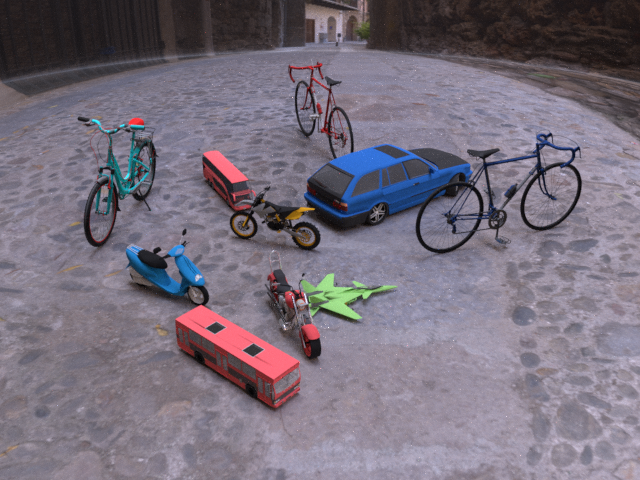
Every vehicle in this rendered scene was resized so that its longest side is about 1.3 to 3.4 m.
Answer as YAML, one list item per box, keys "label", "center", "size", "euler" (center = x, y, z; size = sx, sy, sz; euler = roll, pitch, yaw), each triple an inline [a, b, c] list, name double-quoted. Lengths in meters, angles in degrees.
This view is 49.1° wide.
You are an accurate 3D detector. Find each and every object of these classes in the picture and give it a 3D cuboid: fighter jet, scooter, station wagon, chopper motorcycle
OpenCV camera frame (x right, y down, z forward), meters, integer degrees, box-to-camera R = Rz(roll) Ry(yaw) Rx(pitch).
- label: "fighter jet"
  center: [0.426, 0.666, 9.429]
  size: [1.358, 0.286, 1.147]
  euler: [-9, 30, -15]
- label: "scooter"
  center: [-2.080, 0.342, 9.362]
  size: [1.399, 0.919, 0.662]
  euler: [15, 32, 25]
- label: "station wagon"
  center: [1.255, -1.115, 11.992]
  size: [3.105, 0.920, 1.327]
  euler: [-20, 35, -32]
- label: "chopper motorcycle"
  center: [-0.339, 0.784, 8.726]
  size: [0.466, 0.761, 1.563]
  euler: [-11, 31, -20]

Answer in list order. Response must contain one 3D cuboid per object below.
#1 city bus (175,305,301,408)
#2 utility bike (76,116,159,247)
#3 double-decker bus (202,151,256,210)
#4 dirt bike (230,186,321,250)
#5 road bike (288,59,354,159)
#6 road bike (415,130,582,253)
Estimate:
- label: "city bus"
  center: [-0.971, 1.325, 8.060]
  size: [1.674, 0.460, 0.476]
  euler: [23, 36, 35]
- label: "utility bike"
  center: [-3.054, -1.162, 11.129]
  size: [1.039, 1.839, 2.791]
  euler: [5, 29, 8]
- label: "double-decker bus"
  center: [-1.626, -1.039, 12.248]
  size: [0.389, 0.541, 1.672]
  euler: [-14, 32, -24]
- label: "dirt bike"
  center: [-0.700, -0.311, 10.606]
  size: [1.493, 0.857, 0.527]
  euler: [9, 30, 16]
- label: "road bike"
  center: [0.035, -2.568, 13.859]
  size: [0.696, 1.656, 3.004]
  euler: [-11, 31, -19]
- label: "road bike"
  center: [2.768, -0.714, 10.509]
  size: [3.004, 1.656, 0.696]
  euler: [-12, 31, -20]
